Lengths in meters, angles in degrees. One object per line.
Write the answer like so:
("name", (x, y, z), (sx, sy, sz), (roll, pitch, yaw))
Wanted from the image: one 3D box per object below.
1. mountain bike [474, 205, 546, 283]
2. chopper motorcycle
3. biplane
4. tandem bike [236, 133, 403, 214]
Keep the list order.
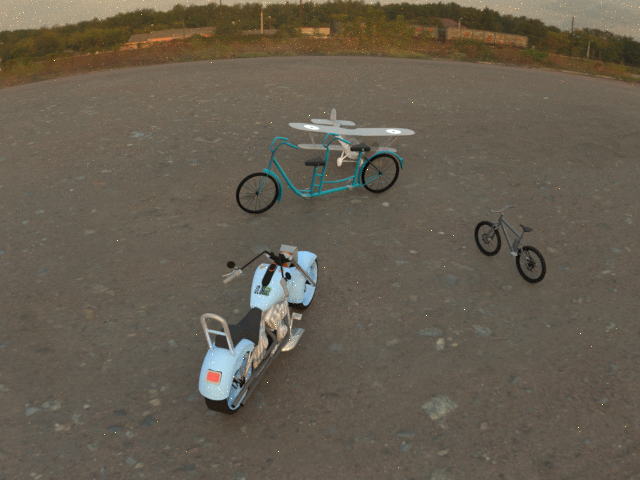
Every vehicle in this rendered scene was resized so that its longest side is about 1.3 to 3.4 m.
("mountain bike", (2.830, 0.030, 10.432), (0.573, 0.868, 1.469), (-16, 33, -26))
("chopper motorcycle", (-0.626, 0.769, 8.456), (0.906, 1.480, 3.040), (10, 30, 17))
("biplane", (0.564, -2.090, 14.164), (2.598, 0.981, 2.120), (-8, 30, -15))
("tandem bike", (0.051, -1.251, 12.284), (3.192, 1.326, 0.550), (-11, 31, -19))
